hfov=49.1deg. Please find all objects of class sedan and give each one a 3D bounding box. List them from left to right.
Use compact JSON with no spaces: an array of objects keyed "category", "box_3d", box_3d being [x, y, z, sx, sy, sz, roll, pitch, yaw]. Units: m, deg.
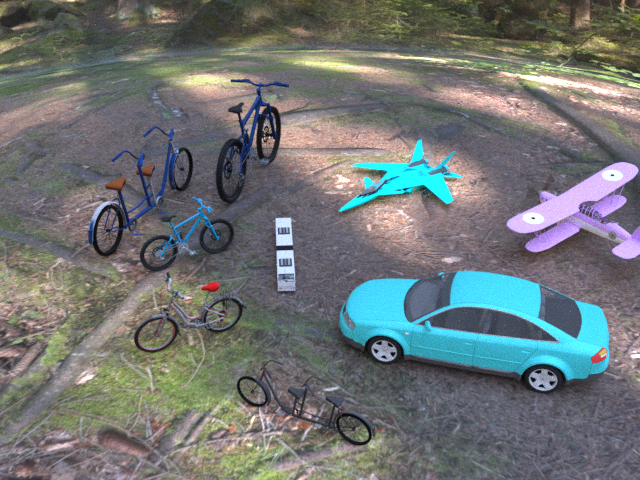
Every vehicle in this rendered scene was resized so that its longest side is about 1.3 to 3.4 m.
[{"category":"sedan","box_3d":[1.784,0.922,8.295,3.137,0.940,1.235,8,30,14]}]

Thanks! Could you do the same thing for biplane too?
[{"category":"biplane","box_3d":[3.997,-0.288,10.408,2.598,0.981,2.120,-18,34,-28]}]

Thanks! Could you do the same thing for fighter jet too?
[{"category":"fighter jet","box_3d":[1.264,-1.073,12.240,2.640,0.557,2.229,-25,38,-37]}]

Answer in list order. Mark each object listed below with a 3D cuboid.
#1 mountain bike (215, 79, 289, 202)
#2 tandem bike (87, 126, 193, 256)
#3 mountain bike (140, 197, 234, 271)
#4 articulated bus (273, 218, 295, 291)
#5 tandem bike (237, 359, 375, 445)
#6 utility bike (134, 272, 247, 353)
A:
[{"category":"mountain bike","box_3d":[-1.228,-1.853,12.474,1.114,1.688,2.857,9,30,15]},{"category":"tandem bike","box_3d":[-2.798,-0.914,11.171,0.550,1.326,3.192,9,30,15]},{"category":"mountain bike","box_3d":[-1.916,-0.068,10.131,1.469,0.868,0.573,-18,34,-29]},{"category":"articulated bus","box_3d":[-0.516,0.180,10.282,0.311,0.289,1.749,-2,29,-4]},{"category":"tandem bike","box_3d":[-0.179,1.660,7.244,1.642,0.682,0.283,14,32,24]},{"category":"utility bike","box_3d":[-1.529,0.865,8.390,1.435,0.946,0.535,-15,33,-25]}]
